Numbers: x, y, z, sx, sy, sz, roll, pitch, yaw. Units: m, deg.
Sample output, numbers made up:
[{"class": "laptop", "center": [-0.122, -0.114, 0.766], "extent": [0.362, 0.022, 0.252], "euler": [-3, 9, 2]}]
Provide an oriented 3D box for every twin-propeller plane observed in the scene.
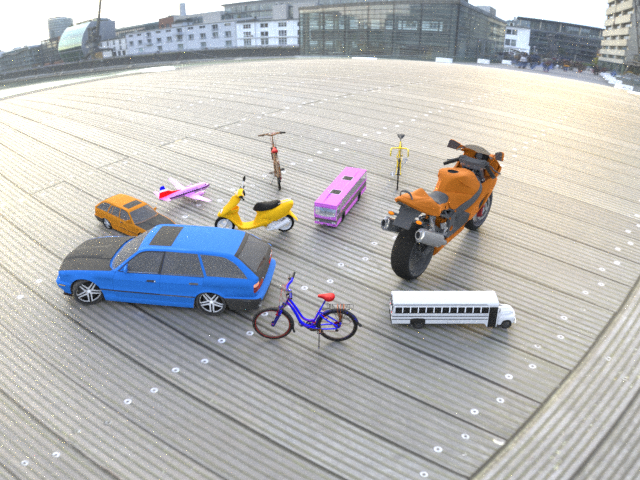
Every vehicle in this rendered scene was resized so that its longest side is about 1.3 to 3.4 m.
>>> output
[{"class": "twin-propeller plane", "center": [-2.503, -0.938, 12.952], "extent": [1.095, 0.407, 1.370], "euler": [-24, 37, -36]}]

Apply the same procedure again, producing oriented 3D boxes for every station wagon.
[{"class": "station wagon", "center": [-3.136, -0.390, 11.895], "extent": [1.597, 0.473, 0.682], "euler": [20, 35, 32]}, {"class": "station wagon", "center": [-2.242, 0.323, 10.146], "extent": [3.105, 0.920, 1.327], "euler": [4, 29, 7]}]

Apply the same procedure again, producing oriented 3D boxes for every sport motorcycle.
[{"class": "sport motorcycle", "center": [1.999, -0.511, 10.954], "extent": [0.983, 1.596, 2.955], "euler": [21, 35, 33]}]

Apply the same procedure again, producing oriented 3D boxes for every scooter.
[{"class": "scooter", "center": [-1.078, -0.532, 11.691], "extent": [1.399, 0.919, 0.662], "euler": [-2, 29, -4]}]

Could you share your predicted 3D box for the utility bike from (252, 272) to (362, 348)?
[{"class": "utility bike", "center": [-0.172, 0.953, 8.984], "extent": [1.435, 0.946, 0.535], "euler": [1, 29, 2]}]

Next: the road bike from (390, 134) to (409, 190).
[{"class": "road bike", "center": [1.550, -1.584, 13.660], "extent": [0.358, 0.852, 1.545], "euler": [4, 29, 7]}]

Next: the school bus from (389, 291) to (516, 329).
[{"class": "school bus", "center": [1.812, 0.938, 9.538], "extent": [1.708, 0.434, 0.365], "euler": [0, 29, 0]}]

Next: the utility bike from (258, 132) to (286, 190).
[{"class": "utility bike", "center": [-0.904, -1.581, 13.556], "extent": [0.535, 0.946, 1.435], "euler": [-4, 29, -6]}]

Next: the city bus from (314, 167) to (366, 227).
[{"class": "city bus", "center": [0.387, -0.781, 12.614], "extent": [0.476, 0.460, 1.674], "euler": [11, 31, 18]}]
